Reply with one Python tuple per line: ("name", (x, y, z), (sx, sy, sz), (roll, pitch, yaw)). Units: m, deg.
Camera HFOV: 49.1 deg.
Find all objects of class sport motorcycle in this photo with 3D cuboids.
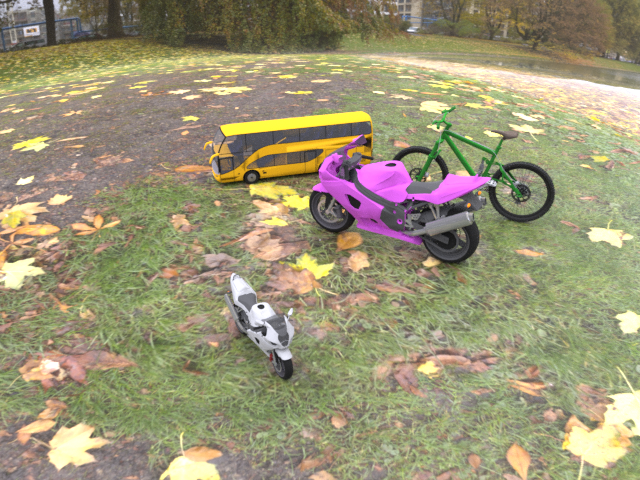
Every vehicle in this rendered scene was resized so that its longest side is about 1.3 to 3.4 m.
("sport motorcycle", (-0.734, 1.061, 8.673), (0.506, 0.821, 1.520), (-16, 33, -27))
("sport motorcycle", (1.128, -0.607, 10.870), (2.955, 1.596, 0.983), (15, 32, 25))

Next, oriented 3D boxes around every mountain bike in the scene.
("mountain bike", (2.561, -1.236, 11.904), (2.857, 1.688, 1.114), (12, 31, 20))

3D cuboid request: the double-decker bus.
("double-decker bus", (-0.575, -1.791, 13.554), (3.251, 1.052, 0.756), (-8, 30, -15))
